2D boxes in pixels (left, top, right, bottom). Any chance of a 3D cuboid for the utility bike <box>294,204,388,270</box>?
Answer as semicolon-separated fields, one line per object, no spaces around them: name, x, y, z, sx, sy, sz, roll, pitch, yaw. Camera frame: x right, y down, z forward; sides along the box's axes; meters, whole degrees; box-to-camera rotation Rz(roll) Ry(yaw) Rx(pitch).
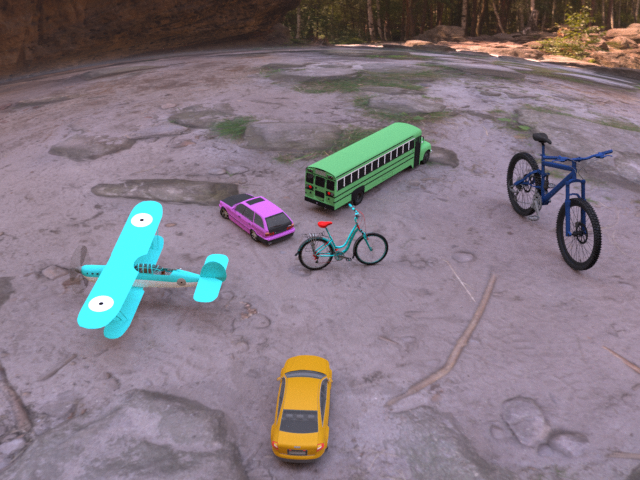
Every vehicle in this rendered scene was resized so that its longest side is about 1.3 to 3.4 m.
utility bike;0.320;-0.029;10.446;1.435;0.946;0.535;-5;30;-8

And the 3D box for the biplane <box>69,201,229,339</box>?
biplane;-2.311;0.504;9.484;2.120;0.981;2.598;3;30;5

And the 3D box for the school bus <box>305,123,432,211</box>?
school bus;1.015;-1.459;13.036;0.709;0.844;3.322;22;36;33

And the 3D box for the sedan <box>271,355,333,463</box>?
sedan;-0.185;1.772;7.776;0.635;0.483;1.613;2;30;3

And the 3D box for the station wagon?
station wagon;-1.086;-0.455;11.661;0.682;0.473;1.597;-21;36;-31

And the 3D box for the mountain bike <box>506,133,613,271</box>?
mountain bike;3.641;-0.777;11.003;1.114;1.688;2.857;-6;30;-10
